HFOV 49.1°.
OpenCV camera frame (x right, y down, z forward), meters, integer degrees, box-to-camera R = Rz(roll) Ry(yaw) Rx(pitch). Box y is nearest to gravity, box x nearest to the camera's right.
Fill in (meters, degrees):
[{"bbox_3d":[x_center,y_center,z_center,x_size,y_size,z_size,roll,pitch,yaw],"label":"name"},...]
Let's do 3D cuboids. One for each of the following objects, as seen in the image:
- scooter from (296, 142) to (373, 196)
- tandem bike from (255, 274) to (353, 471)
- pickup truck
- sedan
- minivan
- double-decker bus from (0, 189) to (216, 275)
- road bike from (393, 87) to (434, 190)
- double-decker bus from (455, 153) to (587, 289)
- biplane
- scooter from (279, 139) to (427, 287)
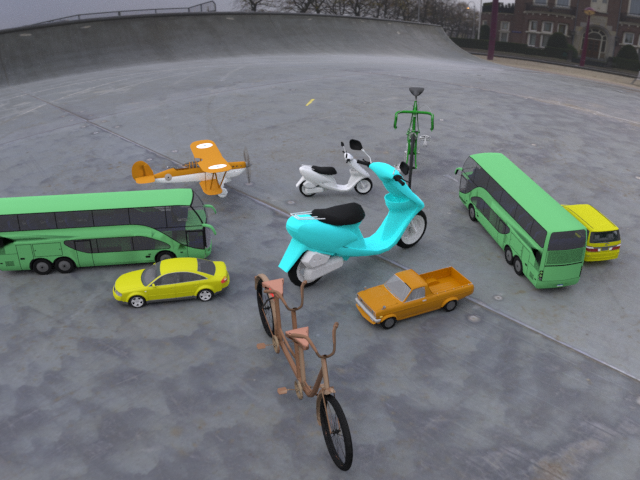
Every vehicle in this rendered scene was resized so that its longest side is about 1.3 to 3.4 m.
[{"bbox_3d":[0.266,-1.220,12.577,1.399,0.919,0.662,-3,29,-5],"label":"scooter"},{"bbox_3d":[-0.267,1.139,7.863,0.550,1.326,3.192,-10,30,-18],"label":"tandem bike"},{"bbox_3d":[1.292,0.704,9.499,1.603,0.511,0.640,-13,31,-22],"label":"pickup truck"},{"bbox_3d":[-2.084,0.548,9.813,1.613,0.483,0.635,-5,29,-9],"label":"sedan"},{"bbox_3d":[4.104,-0.222,11.076,0.681,0.616,1.548,-5,29,-9],"label":"minivan"},{"bbox_3d":[-3.191,-0.152,10.495,3.251,1.052,0.756,-4,29,-6],"label":"double-decker bus"},{"bbox_3d":[1.748,-1.942,13.125,0.696,1.656,3.004,4,29,7],"label":"road bike"},{"bbox_3d":[3.050,-0.435,11.010,0.756,1.052,3.251,-5,29,-10],"label":"double-decker bus"},{"bbox_3d":[-2.267,-1.224,12.520,2.120,0.981,2.598,-8,30,-14],"label":"biplane"},{"bbox_3d":[0.579,-0.388,10.162,2.721,1.786,1.288,-19,34,-31],"label":"scooter"}]
